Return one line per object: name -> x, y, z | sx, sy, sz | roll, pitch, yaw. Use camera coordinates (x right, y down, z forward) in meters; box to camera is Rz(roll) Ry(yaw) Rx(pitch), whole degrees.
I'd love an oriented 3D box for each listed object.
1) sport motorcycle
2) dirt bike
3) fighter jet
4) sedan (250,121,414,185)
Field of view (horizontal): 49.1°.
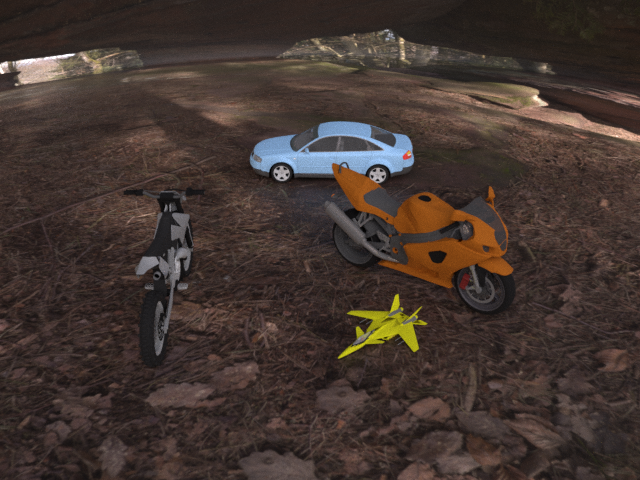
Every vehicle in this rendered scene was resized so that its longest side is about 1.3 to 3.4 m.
sport motorcycle -> 1.339, -0.053, 9.611 | 2.955, 1.596, 0.983 | 21, 35, 33
dirt bike -> -1.976, 0.237, 9.002 | 1.024, 1.666, 2.903 | 0, 28, 0
fighter jet -> 0.706, 1.125, 8.813 | 1.358, 0.286, 1.147 | -25, 37, -38
sedan -> 0.224, -1.727, 13.388 | 3.137, 0.940, 1.235 | 1, 28, 2
